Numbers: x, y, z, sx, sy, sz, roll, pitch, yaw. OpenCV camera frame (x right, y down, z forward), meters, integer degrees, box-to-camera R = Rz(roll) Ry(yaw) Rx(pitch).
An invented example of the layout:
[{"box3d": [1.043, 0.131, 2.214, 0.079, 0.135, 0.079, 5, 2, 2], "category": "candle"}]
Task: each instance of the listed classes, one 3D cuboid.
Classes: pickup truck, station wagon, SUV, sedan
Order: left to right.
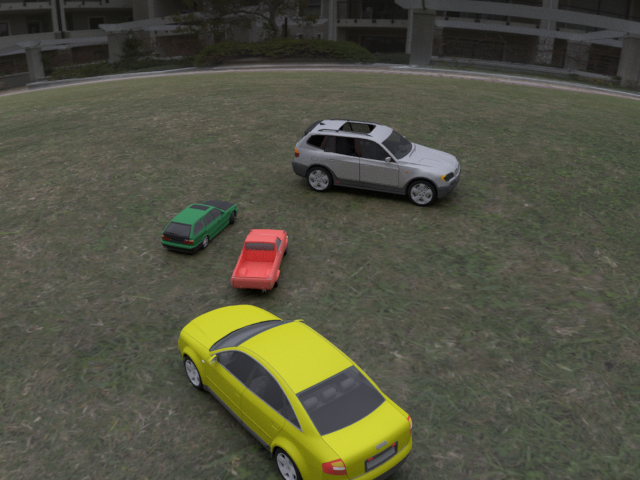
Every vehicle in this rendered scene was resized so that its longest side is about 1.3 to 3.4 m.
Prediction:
[{"box3d": [-1.880, -0.322, 11.132, 0.682, 0.473, 1.597, 10, 29, 18], "category": "station wagon"}, {"box3d": [-0.846, 0.225, 10.021, 0.640, 0.511, 1.603, 2, 27, 4], "category": "pickup truck"}, {"box3d": [-0.397, 1.393, 7.262, 1.235, 0.940, 3.137, -20, 33, -34], "category": "sedan"}, {"box3d": [1.012, -1.485, 12.690, 3.058, 1.128, 1.276, 9, 28, 17], "category": "SUV"}]
